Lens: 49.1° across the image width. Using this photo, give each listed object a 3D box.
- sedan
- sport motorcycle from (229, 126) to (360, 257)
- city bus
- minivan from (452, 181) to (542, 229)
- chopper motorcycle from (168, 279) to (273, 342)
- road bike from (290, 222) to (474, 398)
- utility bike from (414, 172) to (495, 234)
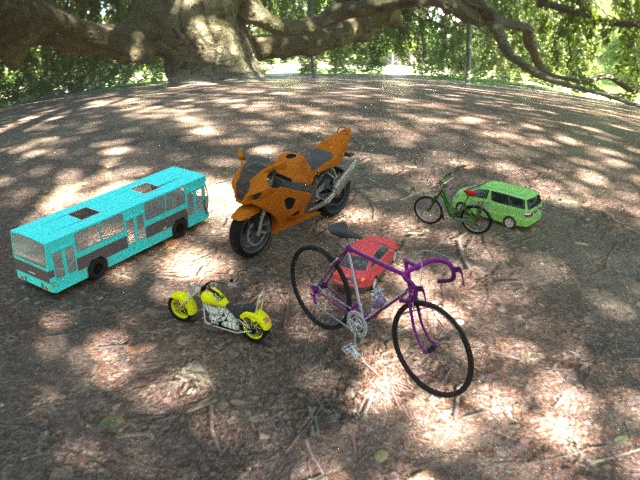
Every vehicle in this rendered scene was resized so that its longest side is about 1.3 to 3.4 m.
[{"bbox_3d":[0.703,0.266,10.513,0.635,0.483,1.613,11,28,22],"label":"sedan"},{"bbox_3d":[-0.420,-0.836,11.510,0.983,1.596,2.955,19,32,34],"label":"sport motorcycle"},{"bbox_3d":[-3.149,-0.219,11.042,0.926,0.894,3.255,17,30,30],"label":"city bus"},{"bbox_3d":[3.099,-0.693,12.337,1.548,0.616,0.681,21,33,36],"label":"minivan"},{"bbox_3d":[-1.318,0.841,9.012,1.563,0.761,0.466,13,29,25],"label":"chopper motorcycle"},{"bbox_3d":[0.615,0.693,8.293,0.697,1.656,3.004,-21,33,-37],"label":"road bike"},{"bbox_3d":[2.237,-0.587,11.740,1.435,0.946,0.535,13,29,25],"label":"utility bike"}]
